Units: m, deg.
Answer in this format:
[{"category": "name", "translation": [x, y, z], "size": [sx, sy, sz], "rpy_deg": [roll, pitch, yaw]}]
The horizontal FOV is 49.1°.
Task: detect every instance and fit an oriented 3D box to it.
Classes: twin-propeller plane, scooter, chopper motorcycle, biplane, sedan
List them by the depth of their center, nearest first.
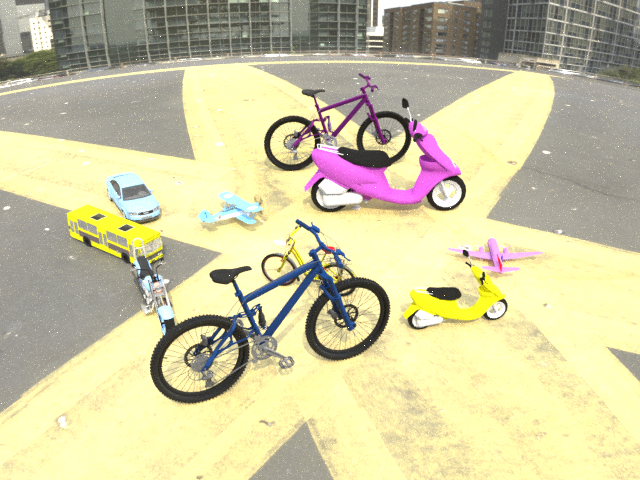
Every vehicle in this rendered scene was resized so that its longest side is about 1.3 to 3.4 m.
[{"category": "scooter", "translation": [1.737, 0.680, 8.780], "size": [1.399, 0.919, 0.662], "rpy_deg": [-6, 29, -10]}, {"category": "chopper motorcycle", "translation": [-2.167, 0.607, 9.080], "size": [0.466, 0.761, 1.563], "rpy_deg": [-13, 31, -23]}, {"category": "twin-propeller plane", "translation": [2.578, 0.179, 10.242], "size": [1.370, 0.407, 1.095], "rpy_deg": [2, 29, 4]}, {"category": "biplane", "translation": [-1.438, -0.455, 11.310], "size": [1.090, 0.504, 1.336], "rpy_deg": [-17, 33, -28]}, {"category": "scooter", "translation": [1.102, -1.282, 11.491], "size": [2.721, 1.786, 1.288], "rpy_deg": [-1, 28, -1]}, {"category": "sedan", "translation": [-3.203, -0.784, 11.939], "size": [0.635, 0.483, 1.613], "rpy_deg": [-15, 32, -26]}]

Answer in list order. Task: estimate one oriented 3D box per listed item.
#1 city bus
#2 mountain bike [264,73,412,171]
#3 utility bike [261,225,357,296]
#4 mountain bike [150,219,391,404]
[{"category": "city bus", "translation": [-3.125, -0.062, 10.631], "size": [1.674, 0.460, 0.476], "rpy_deg": [19, 34, 31]}, {"category": "mountain bike", "translation": [0.358, -2.146, 13.190], "size": [2.857, 1.688, 1.114], "rpy_deg": [-4, 29, -8]}, {"category": "utility bike", "translation": [-0.153, 0.325, 9.406], "size": [1.435, 0.946, 0.535], "rpy_deg": [9, 30, 16]}, {"category": "mountain bike", "translation": [-0.468, 0.841, 7.675], "size": [2.857, 1.688, 1.114], "rpy_deg": [-13, 31, -22]}]
